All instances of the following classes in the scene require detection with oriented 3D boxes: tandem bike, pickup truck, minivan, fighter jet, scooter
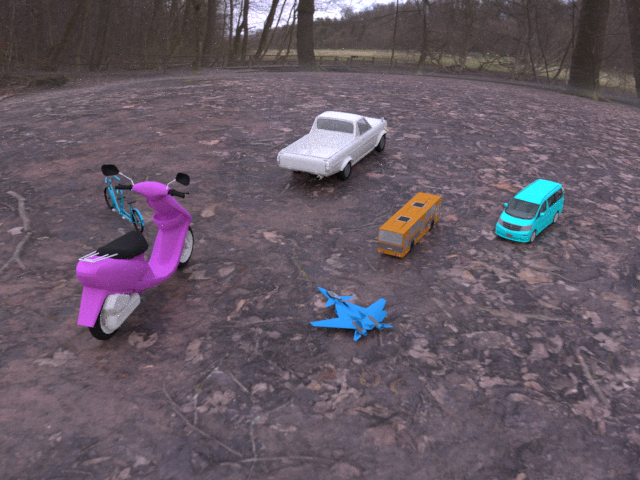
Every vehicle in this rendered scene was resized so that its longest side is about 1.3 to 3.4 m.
[{"bbox_3d":[-3.313,-0.632,11.726,0.283,0.682,1.642,-18,32,-32],"label":"tandem bike"},{"bbox_3d":[0.339,-2.023,14.188,1.244,0.993,3.117,12,29,23],"label":"pickup truck"},{"bbox_3d":[3.465,-0.485,11.503,0.681,0.616,1.548,19,32,34],"label":"minivan"},{"bbox_3d":[0.325,0.833,9.208,1.147,0.286,1.358,-15,30,-28],"label":"fighter jet"},{"bbox_3d":[-2.357,0.012,9.177,1.288,1.786,2.721,8,27,16],"label":"scooter"}]

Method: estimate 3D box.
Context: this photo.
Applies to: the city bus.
[{"bbox_3d":[1.454,-0.244,11.192,0.476,0.460,1.674,14,29,25],"label":"city bus"}]
